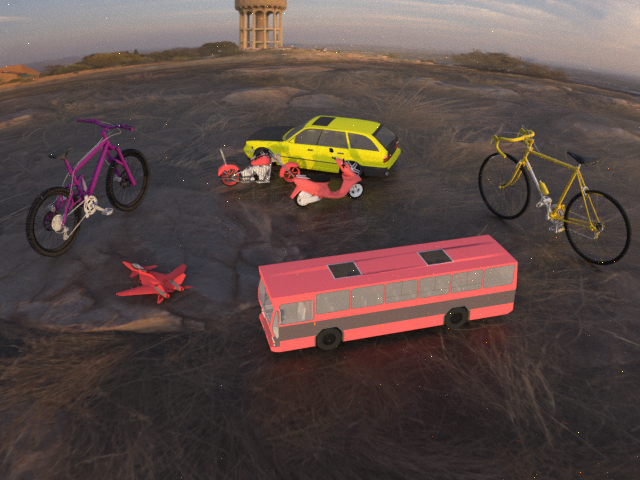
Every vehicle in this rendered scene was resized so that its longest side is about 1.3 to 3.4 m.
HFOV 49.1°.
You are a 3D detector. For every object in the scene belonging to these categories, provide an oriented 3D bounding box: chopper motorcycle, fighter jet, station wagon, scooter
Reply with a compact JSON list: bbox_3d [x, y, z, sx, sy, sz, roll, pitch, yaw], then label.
[{"bbox_3d":[-1.127,-1.384,13.091,1.563,0.761,0.466,-5,28,-10],"label":"chopper motorcycle"},{"bbox_3d":[-2.487,0.468,10.111,1.358,0.286,1.147,24,36,38],"label":"fighter jet"},{"bbox_3d":[0.013,-1.954,13.995,3.105,0.920,1.327,9,29,17],"label":"station wagon"},{"bbox_3d":[0.147,-1.072,12.337,1.399,0.919,0.662,-10,30,-19],"label":"scooter"}]

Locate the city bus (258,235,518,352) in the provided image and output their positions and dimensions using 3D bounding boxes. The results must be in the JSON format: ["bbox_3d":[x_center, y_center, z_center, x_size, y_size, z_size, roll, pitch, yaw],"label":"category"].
[{"bbox_3d":[0.874,0.690,9.046,3.255,0.894,0.926,-7,29,-14],"label":"city bus"}]

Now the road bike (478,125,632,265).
[{"bbox_3d":[3.595,-0.760,10.964,0.696,1.656,3.004,-17,32,-29],"label":"road bike"}]

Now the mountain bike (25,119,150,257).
[{"bbox_3d":[-3.664,-0.917,11.226,1.114,1.688,2.857,12,30,21],"label":"mountain bike"}]
